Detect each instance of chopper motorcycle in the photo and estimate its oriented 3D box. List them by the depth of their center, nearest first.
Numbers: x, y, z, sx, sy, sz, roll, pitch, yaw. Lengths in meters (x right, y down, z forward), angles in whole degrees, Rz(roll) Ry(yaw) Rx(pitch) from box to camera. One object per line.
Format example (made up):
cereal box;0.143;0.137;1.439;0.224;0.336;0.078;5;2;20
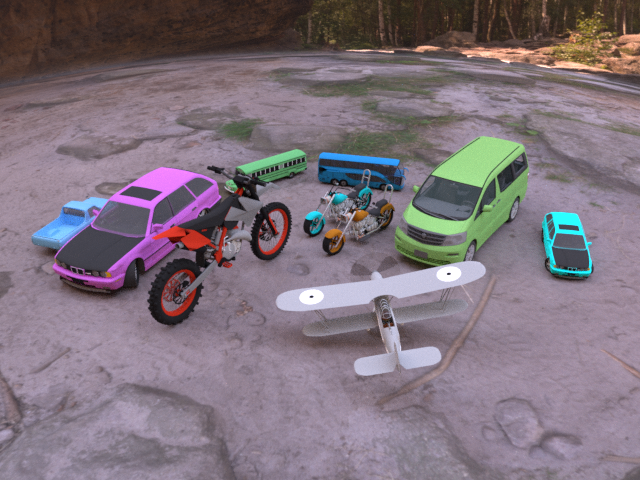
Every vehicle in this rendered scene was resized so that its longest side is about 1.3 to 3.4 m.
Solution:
chopper motorcycle;0.633;-0.329;11.103;1.563;0.761;0.466;-25;38;-38
chopper motorcycle;0.318;-0.626;11.637;0.466;0.761;1.563;26;38;38

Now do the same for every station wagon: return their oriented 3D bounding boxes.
station wagon;3.787;0.028;10.757;0.682;0.473;1.597;5;30;9
station wagon;-2.770;-0.296;10.880;1.327;0.920;3.105;12;31;20

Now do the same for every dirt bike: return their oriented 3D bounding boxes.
dirt bike;-1.314;-0.058;9.683;1.024;1.666;2.903;19;34;30

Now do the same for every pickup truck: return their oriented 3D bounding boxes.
pickup truck;-3.926;-0.315;11.336;0.640;0.511;1.603;10;31;17

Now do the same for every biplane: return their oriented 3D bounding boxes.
biplane;0.767;0.961;8.556;2.598;0.981;2.120;-2;29;-3

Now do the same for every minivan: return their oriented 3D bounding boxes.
minivan;2.341;-0.664;11.257;1.324;1.197;3.011;19;34;30

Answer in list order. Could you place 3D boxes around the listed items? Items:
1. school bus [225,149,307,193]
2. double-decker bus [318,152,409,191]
school bus;-1.014;-1.285;13.158;1.708;0.434;0.365;-22;36;-34
double-decker bus;0.792;-1.271;13.024;1.672;0.541;0.389;7;30;12
